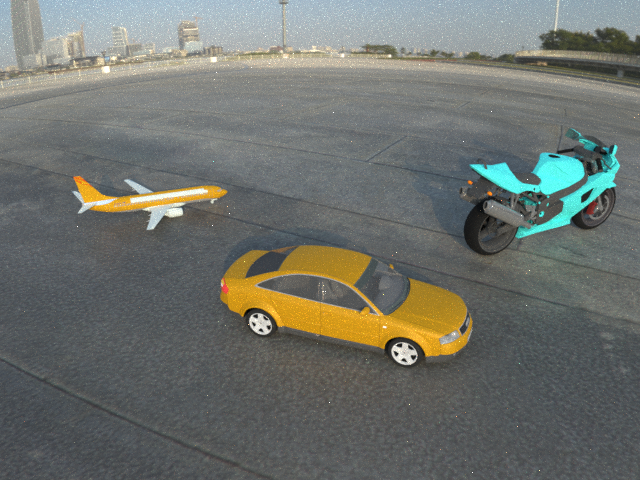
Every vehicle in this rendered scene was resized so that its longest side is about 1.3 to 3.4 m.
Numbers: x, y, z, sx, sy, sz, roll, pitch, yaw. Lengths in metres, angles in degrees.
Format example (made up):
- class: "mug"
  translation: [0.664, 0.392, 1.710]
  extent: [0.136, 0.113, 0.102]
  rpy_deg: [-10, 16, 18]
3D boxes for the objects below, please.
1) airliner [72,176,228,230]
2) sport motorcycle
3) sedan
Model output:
- class: "airliner"
  translation: [-2.797, -0.842, 11.751]
  extent: [2.541, 0.835, 2.257]
  rpy_deg: [-11, 28, -20]
- class: "sport motorcycle"
  translation: [3.418, -0.700, 10.614]
  extent: [2.955, 1.596, 0.983]
  rpy_deg: [-12, 29, -23]
- class: "sedan"
  translation: [0.296, 0.674, 8.594]
  extent: [3.137, 0.940, 1.235]
  rpy_deg: [9, 28, 18]
